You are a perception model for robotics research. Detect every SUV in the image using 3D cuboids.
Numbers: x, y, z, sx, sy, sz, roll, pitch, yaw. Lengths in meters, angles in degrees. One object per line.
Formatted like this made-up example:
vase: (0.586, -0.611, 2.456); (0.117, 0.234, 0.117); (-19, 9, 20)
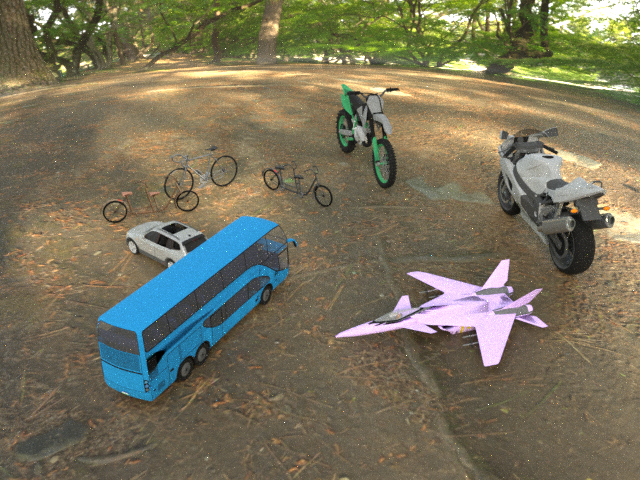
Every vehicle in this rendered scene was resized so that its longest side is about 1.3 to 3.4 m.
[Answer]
SUV: (-2.265, 0.013, 10.466); (1.572, 0.580, 0.656); (22, 35, 36)

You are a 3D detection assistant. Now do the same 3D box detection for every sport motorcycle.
sport motorcycle: (3.432, -0.697, 10.731); (0.983, 1.596, 2.955); (-5, 28, -9)

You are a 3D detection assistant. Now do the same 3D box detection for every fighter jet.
fighter jet: (1.448, 0.854, 8.872); (2.640, 0.557, 2.229); (-8, 29, -15)

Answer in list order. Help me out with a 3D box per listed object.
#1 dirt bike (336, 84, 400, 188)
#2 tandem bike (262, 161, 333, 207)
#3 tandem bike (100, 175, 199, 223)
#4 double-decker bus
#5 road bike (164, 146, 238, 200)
dirt bike: (0.873, -2.164, 13.480); (1.024, 1.666, 2.903); (-9, 29, -16)
tandem bike: (-0.426, -1.064, 12.430); (1.642, 0.682, 0.283); (20, 33, 33)
tandem bike: (-2.843, -0.687, 11.704); (1.642, 0.682, 0.283); (-10, 29, -18)
double-decker bus: (-1.385, 0.676, 8.677); (0.756, 1.052, 3.251); (13, 30, 24)
road bike: (-2.130, -1.244, 12.592); (1.545, 0.852, 0.358); (-22, 34, -35)
